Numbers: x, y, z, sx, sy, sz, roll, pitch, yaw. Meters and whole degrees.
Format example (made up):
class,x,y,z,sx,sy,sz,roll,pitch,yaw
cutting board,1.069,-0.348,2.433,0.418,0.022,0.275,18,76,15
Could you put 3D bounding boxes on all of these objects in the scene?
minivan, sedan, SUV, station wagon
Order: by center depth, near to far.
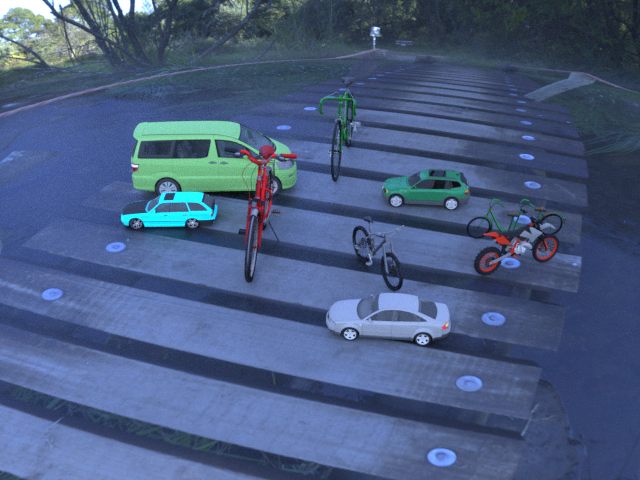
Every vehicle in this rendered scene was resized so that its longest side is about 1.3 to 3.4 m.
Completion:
class,x,y,z,sx,sy,sz,roll,pitch,yaw
sedan,0.884,0.973,9.083,1.613,0.483,0.635,3,29,5
station wagon,-2.563,-0.527,11.869,1.597,0.473,0.682,-1,28,-2
SUV,1.895,-0.945,12.530,1.572,0.580,0.656,3,29,6
minivan,-1.942,-1.543,12.987,3.011,1.197,1.324,-2,28,-4

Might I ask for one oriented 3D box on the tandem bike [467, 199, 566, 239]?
class,x,y,z,sx,sy,sz,roll,pitch,yaw
tandem bike,3.189,-0.347,11.316,1.642,0.682,0.283,-3,28,-5

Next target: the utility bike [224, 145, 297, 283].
class,x,y,z,sx,sy,sz,roll,pitch,yaw
utility bike,-0.829,-0.659,10.677,1.039,1.839,2.791,1,28,2

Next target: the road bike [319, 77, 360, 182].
class,x,y,z,sx,sy,sz,roll,pitch,yaw
road bike,0.471,-2.338,13.976,0.696,1.656,3.004,5,29,8

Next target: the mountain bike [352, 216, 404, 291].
class,x,y,z,sx,sy,sz,roll,pitch,yaw
mountain bike,0.829,0.118,10.259,0.573,0.868,1.469,-12,31,-21

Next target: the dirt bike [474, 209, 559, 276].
class,x,y,z,sx,sy,sz,roll,pitch,yaw
dirt bike,2.956,0.046,10.404,1.493,0.857,0.527,-11,30,-19
